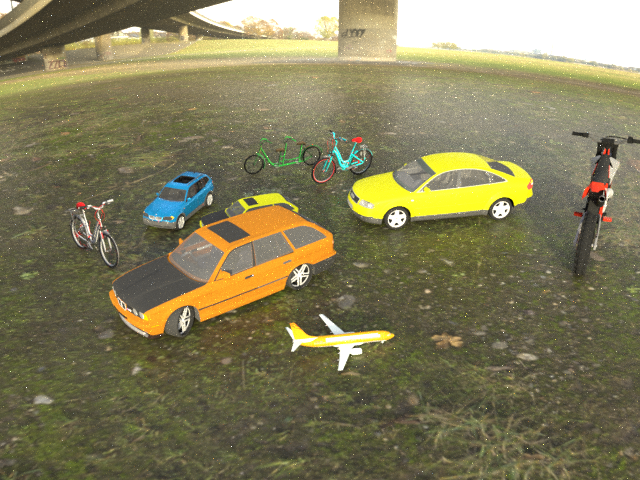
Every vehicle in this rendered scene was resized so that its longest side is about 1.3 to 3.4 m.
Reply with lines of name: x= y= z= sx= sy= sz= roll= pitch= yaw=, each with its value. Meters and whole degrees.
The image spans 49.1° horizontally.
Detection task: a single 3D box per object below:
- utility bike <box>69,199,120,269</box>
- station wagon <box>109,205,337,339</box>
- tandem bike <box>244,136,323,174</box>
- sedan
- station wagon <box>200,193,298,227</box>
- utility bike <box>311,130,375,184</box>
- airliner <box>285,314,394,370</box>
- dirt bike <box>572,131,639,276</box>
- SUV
utility bike: x=-3.337 y=-0.185 z=10.354 sx=1.435 sy=0.946 sz=0.535 roll=24 pitch=36 yaw=39
station wagon: x=-1.268 y=0.302 z=9.433 sx=3.105 sy=0.920 sz=1.327 roll=-20 pitch=33 yaw=-34
tandem bike: x=-0.699 y=-1.682 z=13.560 sx=1.642 sy=0.682 sz=0.283 roll=-12 pitch=29 yaw=-21
sedan: x=2.021 y=-0.916 z=11.786 sx=3.137 sy=0.940 sz=1.235 roll=-5 pitch=28 yaw=-10
station wagon: x=-1.144 y=-0.406 z=11.302 sx=1.597 sy=0.473 sz=0.682 roll=-12 pitch=29 yaw=-22
utility bike: x=0.474 y=-1.555 z=13.025 sx=1.435 sy=0.946 sz=0.535 roll=-16 pitch=31 yaw=-29
airliner: x=0.266 y=1.112 z=8.391 sx=1.307 sy=0.429 sz=1.161 roll=-5 pitch=28 yaw=-10
dirt bike: x=4.168 y=-0.696 z=10.560 sx=1.024 sy=1.666 sz=2.903 roll=12 pitch=30 yaw=22
SUV: x=-2.352 y=-0.694 z=11.746 sx=0.656 sy=0.580 sz=1.572 roll=10 pitch=29 yaw=18
